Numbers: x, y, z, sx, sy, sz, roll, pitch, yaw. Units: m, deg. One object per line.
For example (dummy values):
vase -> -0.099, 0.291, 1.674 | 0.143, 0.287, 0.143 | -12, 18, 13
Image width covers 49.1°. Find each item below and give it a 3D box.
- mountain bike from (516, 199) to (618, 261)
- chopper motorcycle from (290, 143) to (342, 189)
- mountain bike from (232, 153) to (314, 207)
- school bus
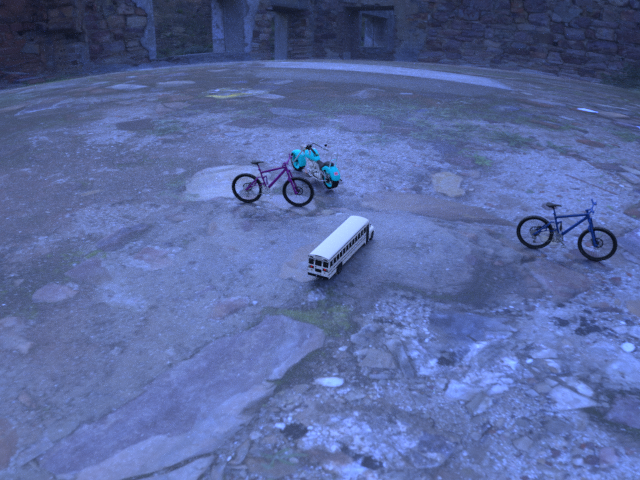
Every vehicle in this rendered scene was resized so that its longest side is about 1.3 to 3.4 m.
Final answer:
mountain bike -> 3.721, -0.164, 10.536 | 1.469, 0.868, 0.573 | 12, 30, 22
chopper motorcycle -> -0.109, -1.484, 13.136 | 0.466, 0.761, 1.563 | -17, 32, -28
mountain bike -> -0.828, -1.007, 12.124 | 1.469, 0.868, 0.573 | 5, 28, 9
school bus -> 0.361, 0.060, 10.577 | 0.365, 0.434, 1.708 | 14, 31, 24
